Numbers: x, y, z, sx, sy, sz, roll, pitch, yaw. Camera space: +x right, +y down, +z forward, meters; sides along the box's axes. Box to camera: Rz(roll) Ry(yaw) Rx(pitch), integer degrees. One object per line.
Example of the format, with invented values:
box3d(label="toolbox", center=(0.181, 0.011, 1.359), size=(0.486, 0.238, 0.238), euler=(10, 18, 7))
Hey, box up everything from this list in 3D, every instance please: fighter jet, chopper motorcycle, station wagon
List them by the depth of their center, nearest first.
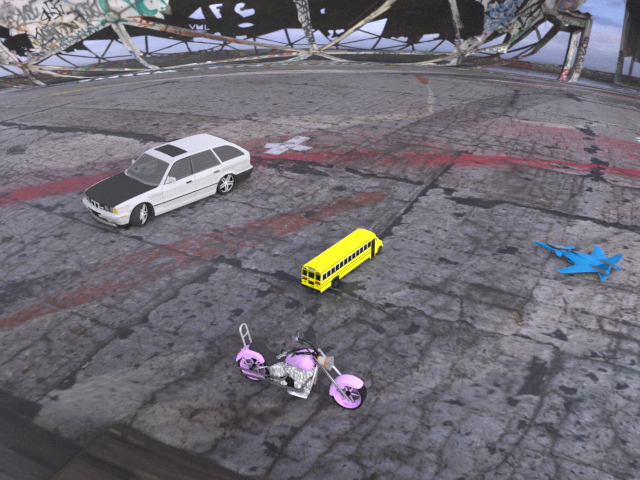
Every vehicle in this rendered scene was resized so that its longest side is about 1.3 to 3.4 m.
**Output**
box3d(label="chopper motorcycle", center=(-0.230, 1.407, 7.799), size=(1.563, 0.761, 0.466), euler=(11, 30, 19))
box3d(label="fighter jet", center=(3.841, 0.185, 10.612), size=(1.147, 0.286, 1.358), euler=(-23, 36, -37))
box3d(label="station wagon", center=(-2.675, -1.156, 12.465), size=(1.327, 0.920, 3.105), euler=(24, 36, 37))

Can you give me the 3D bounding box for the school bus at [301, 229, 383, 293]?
box3d(label="school bus", center=(0.372, 0.253, 10.325), size=(0.365, 0.434, 1.708), euler=(19, 33, 31))
